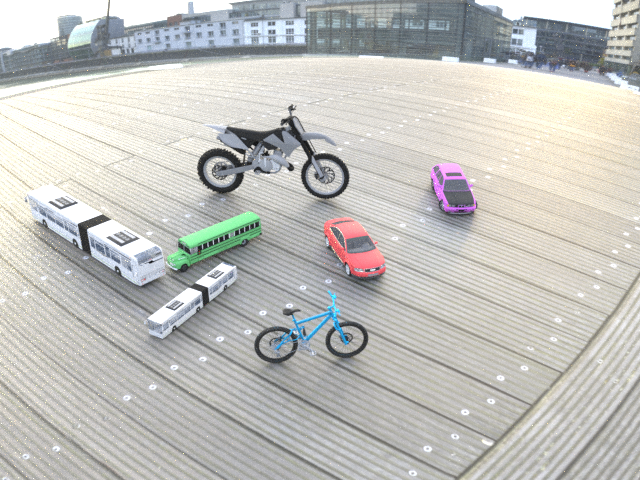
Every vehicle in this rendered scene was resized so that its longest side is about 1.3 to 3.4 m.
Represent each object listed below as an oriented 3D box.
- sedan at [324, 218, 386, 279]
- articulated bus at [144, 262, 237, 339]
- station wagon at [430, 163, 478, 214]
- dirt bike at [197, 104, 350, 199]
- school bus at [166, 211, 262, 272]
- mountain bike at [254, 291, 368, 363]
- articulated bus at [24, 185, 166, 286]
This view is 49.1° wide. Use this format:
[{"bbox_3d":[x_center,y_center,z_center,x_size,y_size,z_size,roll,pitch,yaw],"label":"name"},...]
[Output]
[{"bbox_3d":[0.546,0.070,11.231,0.635,0.483,1.613,-10,31,-16],"label":"sedan"},{"bbox_3d":[-1.804,0.838,10.069,0.311,0.289,1.749,16,33,26],"label":"articulated bus"},{"bbox_3d":[2.496,-1.005,13.145,0.682,0.473,1.597,-1,29,-2],"label":"station wagon"},{"bbox_3d":[-0.888,-1.574,12.939,2.903,1.666,1.024,4,30,7],"label":"dirt bike"},{"bbox_3d":[-1.717,0.017,11.375,1.708,0.434,0.365,-25,38,-37],"label":"school bus"},{"bbox_3d":[-0.105,1.176,8.882,1.469,0.868,0.573,-3,30,-6],"label":"mountain bike"},{"bbox_3d":[-3.764,-0.144,11.531,3.401,0.561,0.605,25,38,37],"label":"articulated bus"}]
